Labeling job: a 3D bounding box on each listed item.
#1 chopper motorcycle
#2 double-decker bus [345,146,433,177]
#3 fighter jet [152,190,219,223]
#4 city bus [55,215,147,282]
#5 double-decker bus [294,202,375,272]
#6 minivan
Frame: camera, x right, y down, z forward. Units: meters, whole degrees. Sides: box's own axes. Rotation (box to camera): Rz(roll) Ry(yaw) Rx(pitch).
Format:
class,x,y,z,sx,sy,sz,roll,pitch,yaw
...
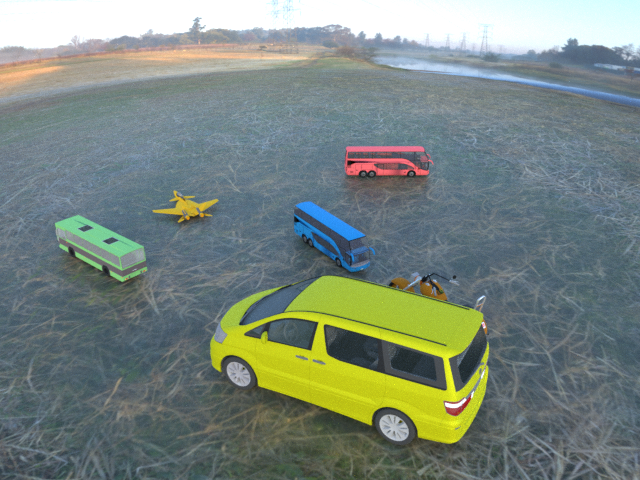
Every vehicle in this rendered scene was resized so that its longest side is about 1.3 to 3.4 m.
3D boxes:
class,x,y,z,sx,sy,sz,roll,pitch,yaw
chopper motorcycle,1.429,0.739,8.662,0.466,0.761,1.563,-19,32,-34
double-decker bus,1.313,-1.510,13.439,1.672,0.541,0.389,0,26,0
fighter jet,-2.350,-0.699,12.091,1.147,0.286,1.358,-12,29,-23
city bus,-3.219,0.123,10.241,1.674,0.460,0.476,21,33,36
double-decker bus,0.168,-0.052,10.503,0.389,0.541,1.672,-16,31,-29
minivan,0.237,1.094,7.458,3.011,1.197,1.324,13,29,25
